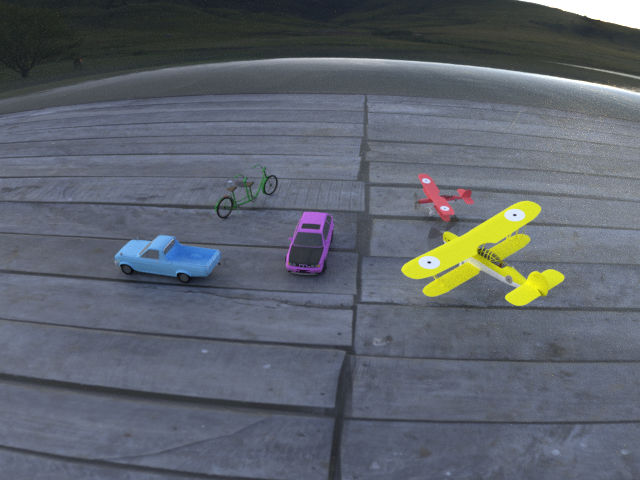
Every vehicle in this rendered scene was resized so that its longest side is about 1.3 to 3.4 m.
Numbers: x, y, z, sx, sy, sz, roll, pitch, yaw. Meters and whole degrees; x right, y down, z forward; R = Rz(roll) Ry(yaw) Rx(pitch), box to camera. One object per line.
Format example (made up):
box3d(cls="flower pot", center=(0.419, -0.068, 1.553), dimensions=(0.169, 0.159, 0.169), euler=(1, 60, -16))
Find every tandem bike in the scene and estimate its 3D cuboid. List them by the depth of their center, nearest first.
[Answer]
box3d(cls="tandem bike", center=(-1.327, -0.923, 12.784), dimensions=(0.283, 0.682, 1.642), euler=(21, 36, 33))

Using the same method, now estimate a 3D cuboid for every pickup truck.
box3d(cls="pickup truck", center=(-2.365, 0.249, 10.861), dimensions=(1.603, 0.511, 0.640), euler=(7, 30, 13))

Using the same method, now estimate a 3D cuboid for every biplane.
box3d(cls="biplane", center=(2.448, 0.340, 10.218), dimensions=(2.598, 0.981, 2.120), euler=(-18, 34, -29))
box3d(cls="biplane", center=(2.222, -0.715, 12.594), dimensions=(1.090, 0.504, 1.336), euler=(-7, 30, -13))

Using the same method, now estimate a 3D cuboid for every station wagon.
box3d(cls="station wagon", center=(-0.152, 0.001, 11.345), dimensions=(0.682, 0.473, 1.597), euler=(4, 29, 7))
